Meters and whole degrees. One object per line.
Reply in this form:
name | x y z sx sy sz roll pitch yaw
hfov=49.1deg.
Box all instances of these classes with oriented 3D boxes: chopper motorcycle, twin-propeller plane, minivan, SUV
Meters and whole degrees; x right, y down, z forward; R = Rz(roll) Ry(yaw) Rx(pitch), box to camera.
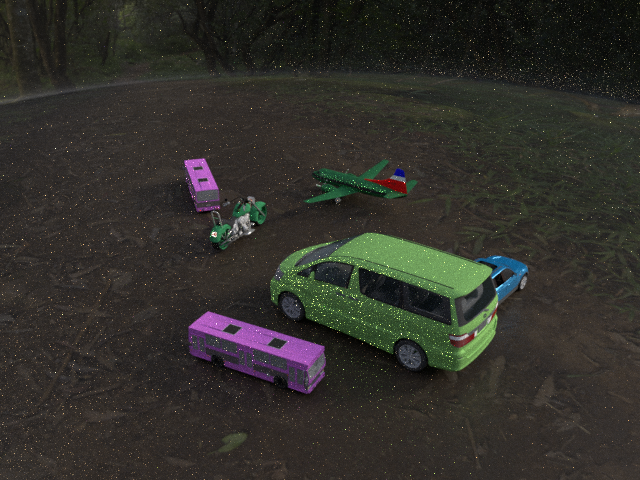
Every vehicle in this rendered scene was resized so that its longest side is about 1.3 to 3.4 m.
chopper motorcycle | -1.312 -0.382 11.493 0.466 0.761 1.563 12 29 23
twin-propeller plane | 0.696 -1.129 12.962 2.129 0.792 2.663 18 32 32
minivan | 0.729 0.613 8.998 3.011 1.197 1.324 19 32 33
SUV | 2.365 0.552 9.813 0.656 0.580 1.572 20 33 35

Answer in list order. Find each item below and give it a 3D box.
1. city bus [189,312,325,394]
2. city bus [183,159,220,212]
city bus | -0.769 1.342 8.356 1.674 0.460 0.476 13 29 25
city bus | -2.224 -1.024 13.125 0.476 0.460 1.674 -8 27 -15
